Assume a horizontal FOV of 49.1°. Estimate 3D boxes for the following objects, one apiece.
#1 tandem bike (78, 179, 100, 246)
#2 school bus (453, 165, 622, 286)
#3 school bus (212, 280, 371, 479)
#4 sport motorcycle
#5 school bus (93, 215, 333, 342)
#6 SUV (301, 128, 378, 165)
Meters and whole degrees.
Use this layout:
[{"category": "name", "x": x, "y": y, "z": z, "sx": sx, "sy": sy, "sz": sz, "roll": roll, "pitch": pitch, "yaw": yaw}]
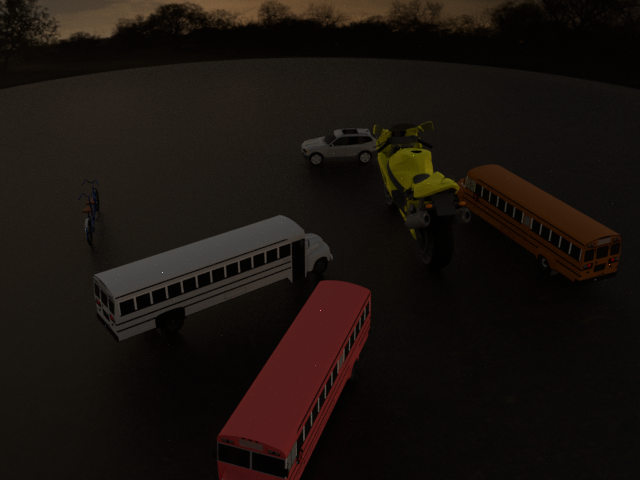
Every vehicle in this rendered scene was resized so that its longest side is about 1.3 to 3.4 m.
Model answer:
[{"category": "tandem bike", "x": -3.655, "y": -0.508, "z": 11.190, "sx": 0.283, "sy": 0.682, "sz": 1.642, "roll": -5, "pitch": 28, "yaw": -9}, {"category": "school bus", "x": 3.131, "y": -0.376, "z": 10.770, "sx": 0.709, "sy": 0.844, "sz": 3.322, "roll": -11, "pitch": 30, "yaw": -20}, {"category": "school bus", "x": -0.237, "y": 1.583, "z": 7.097, "sx": 0.709, "sy": 0.844, "sz": 3.322, "roll": 9, "pitch": 29, "yaw": 17}, {"category": "sport motorcycle", "x": 1.456, "y": -0.778, "z": 10.724, "sx": 0.983, "sy": 1.596, "sz": 2.955, "roll": -5, "pitch": 29, "yaw": -10}, {"category": "school bus", "x": -1.278, "y": 0.402, "z": 9.311, "sx": 3.322, "sy": 0.844, "sz": 0.709, "roll": -20, "pitch": 34, "yaw": -32}, {"category": "SUV", "x": 0.403, "y": -1.882, "z": 13.874, "sx": 1.572, "sy": 0.580, "sz": 0.656, "roll": -3, "pitch": 28, "yaw": -5}]
